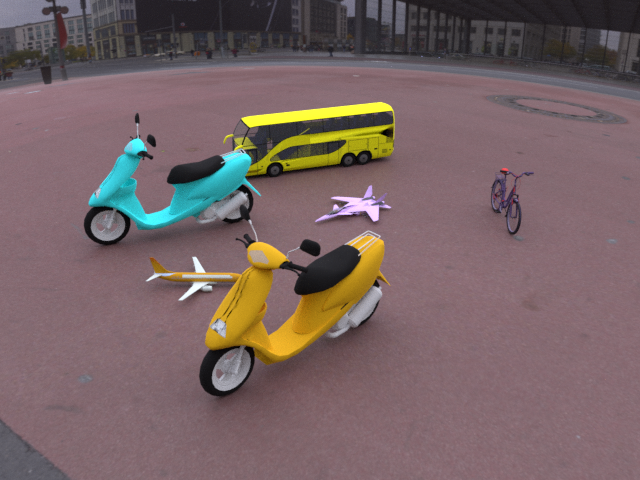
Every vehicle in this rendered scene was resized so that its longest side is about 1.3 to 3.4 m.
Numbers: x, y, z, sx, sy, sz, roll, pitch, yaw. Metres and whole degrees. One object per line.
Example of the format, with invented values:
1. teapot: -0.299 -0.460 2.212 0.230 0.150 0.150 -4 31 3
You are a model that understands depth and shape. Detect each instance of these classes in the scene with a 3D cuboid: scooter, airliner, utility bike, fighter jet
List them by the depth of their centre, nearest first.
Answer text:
1. scooter: -0.208 0.521 7.707 2.721 1.786 1.288 -22 34 -36
2. airliner: -1.637 0.420 9.398 1.307 0.429 1.161 0 27 0
3. scooter: -2.227 -0.922 10.536 2.721 1.786 1.288 -11 29 -20
4. utility bike: 3.008 -0.734 11.093 0.535 0.946 1.435 -2 27 -4
5. fighter jet: 0.471 -0.552 11.461 1.358 0.286 1.147 -18 32 -32

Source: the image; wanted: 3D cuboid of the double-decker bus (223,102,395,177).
1. double-decker bus: -0.153 -1.905 13.271 3.251 1.052 0.756 -10 29 -18
